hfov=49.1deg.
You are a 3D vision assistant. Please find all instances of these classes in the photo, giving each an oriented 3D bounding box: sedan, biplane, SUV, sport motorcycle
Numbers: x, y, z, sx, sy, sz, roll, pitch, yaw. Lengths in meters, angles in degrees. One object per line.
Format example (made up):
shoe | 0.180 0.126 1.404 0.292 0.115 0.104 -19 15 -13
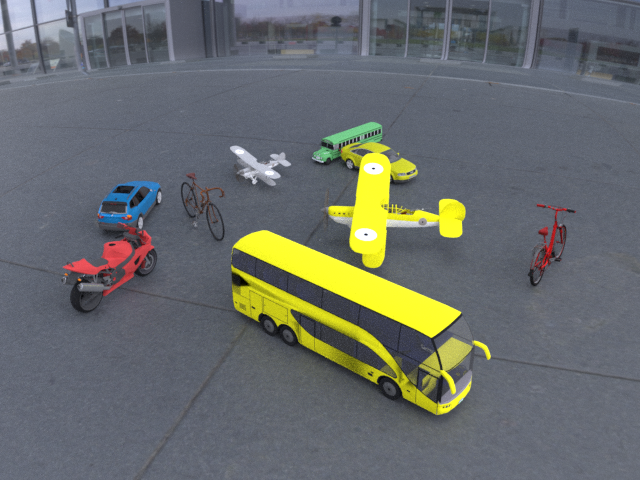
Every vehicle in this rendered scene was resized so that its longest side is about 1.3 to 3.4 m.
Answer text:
sedan | 1.089 -1.490 12.983 0.635 0.483 1.613 -25 37 -38
biplane | -1.043 -1.318 12.641 1.090 0.504 1.336 -23 36 -35
SUV | -3.065 -0.640 11.305 0.656 0.580 1.572 3 28 5
biplane | 1.059 -0.336 10.318 2.120 0.981 2.598 3 29 6
sport motorcycle | -2.721 0.341 9.232 0.506 0.821 1.520 16 32 27

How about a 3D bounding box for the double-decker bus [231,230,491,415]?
double-decker bus | 0.304 0.876 7.997 3.251 1.052 0.756 22 35 35

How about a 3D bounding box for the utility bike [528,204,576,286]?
utility bike | 3.143 0.015 9.705 0.535 0.946 1.435 19 34 31

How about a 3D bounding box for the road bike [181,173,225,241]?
road bike | -1.851 -0.572 10.892 0.358 0.852 1.545 -18 33 -29

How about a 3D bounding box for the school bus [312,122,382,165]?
school bus | 0.546 -1.918 13.827 1.708 0.434 0.365 -25 37 -38
